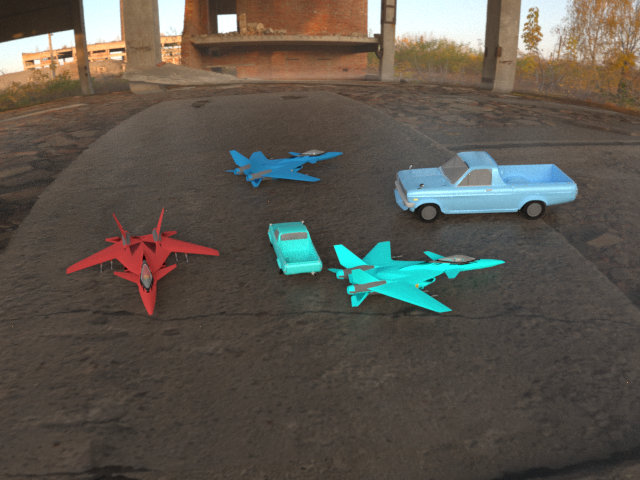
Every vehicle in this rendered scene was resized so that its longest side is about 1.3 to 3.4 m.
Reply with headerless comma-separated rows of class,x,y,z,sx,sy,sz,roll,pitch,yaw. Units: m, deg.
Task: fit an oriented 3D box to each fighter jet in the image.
fighter jet,-0.552,-1.717,14.524,2.640,0.557,2.229,-18,31,-33
fighter jet,1.535,0.337,10.179,2.640,0.557,2.229,-7,26,-15
fighter jet,-2.581,0.288,10.282,2.229,0.557,2.640,-7,26,-14

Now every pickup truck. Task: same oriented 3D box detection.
pickup truck,2.924,-1.016,12.531,3.117,0.993,1.244,-2,25,-4
pickup truck,-0.404,0.077,10.783,0.640,0.511,1.603,-5,26,-11
